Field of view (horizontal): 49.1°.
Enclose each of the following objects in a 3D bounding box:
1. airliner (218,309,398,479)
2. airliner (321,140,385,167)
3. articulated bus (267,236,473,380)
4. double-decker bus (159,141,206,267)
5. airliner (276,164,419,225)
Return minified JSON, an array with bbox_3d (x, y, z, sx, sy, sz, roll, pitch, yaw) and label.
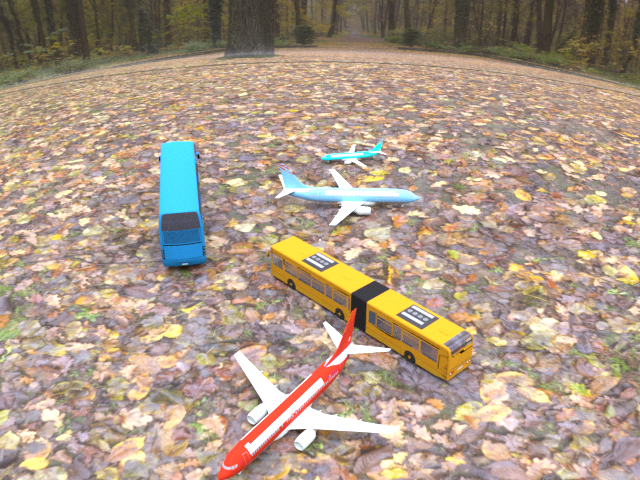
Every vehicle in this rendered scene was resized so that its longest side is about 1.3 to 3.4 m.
[{"bbox_3d":[-0.273,1.670,7.754,2.257,0.835,2.541,19,35,30],"label":"airliner"},{"bbox_3d":[0.670,-1.815,14.336,1.307,0.429,1.161,-4,30,-8],"label":"airliner"},{"bbox_3d":[0.552,0.823,9.532,0.605,0.561,3.401,-24,38,-36],"label":"articulated bus"},{"bbox_3d":[-2.340,-0.727,11.777,0.756,1.052,3.251,-5,30,-9],"label":"double-decker bus"},{"bbox_3d":[0.503,-0.960,12.410,2.541,0.835,2.257,0,29,1],"label":"airliner"}]
